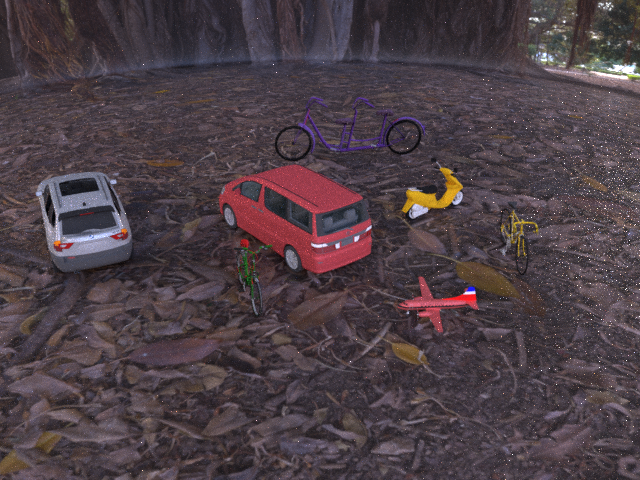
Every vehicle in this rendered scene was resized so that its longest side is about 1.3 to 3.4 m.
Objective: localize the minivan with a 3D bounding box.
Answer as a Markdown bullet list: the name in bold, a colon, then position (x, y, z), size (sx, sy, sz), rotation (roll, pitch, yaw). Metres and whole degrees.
- **minivan**: position (-0.498, -0.528, 11.272), size (1.324, 1.197, 3.011), rotation (-20, 34, -32)

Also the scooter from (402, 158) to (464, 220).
- **scooter**: position (2.015, -0.882, 12.221), size (1.399, 0.919, 0.662), rotation (-18, 33, -29)

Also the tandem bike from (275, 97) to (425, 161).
- **tandem bike**: position (0.645, -2.312, 14.441), size (3.192, 1.326, 0.550), rotation (-5, 29, -9)

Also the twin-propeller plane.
- **twin-propeller plane**: position (1.603, 0.831, 9.588), size (1.095, 0.407, 1.370), rotation (-2, 28, -3)

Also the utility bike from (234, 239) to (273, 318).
- **utility bike**: position (-0.960, 0.405, 9.810), size (0.535, 0.946, 1.435), rotation (-9, 30, -17)

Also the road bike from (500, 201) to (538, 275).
- **road bike**: position (3.015, -0.105, 10.853), size (0.358, 0.852, 1.545), rotation (-1, 28, -1)

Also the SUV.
- **SUV**: position (-3.855, -0.515, 11.321), size (1.276, 1.128, 3.058), rotation (-12, 30, -20)
